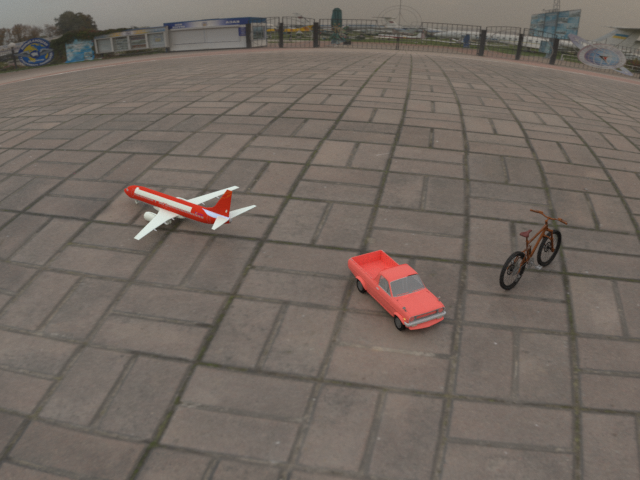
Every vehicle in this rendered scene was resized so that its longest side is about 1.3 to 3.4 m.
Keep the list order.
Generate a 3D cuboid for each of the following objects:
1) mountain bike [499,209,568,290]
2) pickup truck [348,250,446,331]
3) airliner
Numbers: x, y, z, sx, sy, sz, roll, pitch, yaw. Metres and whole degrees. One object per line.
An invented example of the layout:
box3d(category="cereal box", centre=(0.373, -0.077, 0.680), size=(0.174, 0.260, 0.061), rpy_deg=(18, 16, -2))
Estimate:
box3d(category="mountain bike", centre=(2.952, 0.131, 9.679), size=(1.469, 0.868, 0.573), rpy_deg=(-24, 37, -36))
box3d(category="pickup truck", centre=(0.980, 0.588, 9.226), size=(0.640, 0.511, 1.603), rpy_deg=(-14, 32, -23))
box3d(category="airliner", centre=(-2.304, -0.705, 11.214), size=(2.541, 0.835, 2.257), rpy_deg=(19, 34, 30))
